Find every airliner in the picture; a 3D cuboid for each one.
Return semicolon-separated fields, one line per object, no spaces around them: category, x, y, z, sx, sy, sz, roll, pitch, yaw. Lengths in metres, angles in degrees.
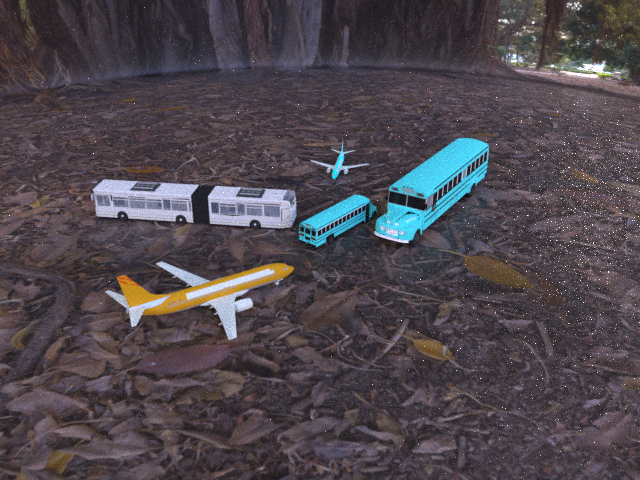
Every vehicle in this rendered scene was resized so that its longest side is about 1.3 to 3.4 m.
airliner;-1.426;0.509;9.203;2.541;0.835;2.257;-17;31;-30
airliner;0.366;-1.563;13.730;1.161;0.429;1.307;4;27;8

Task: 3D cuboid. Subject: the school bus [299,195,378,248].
school bus;0.338;-0.343;11.322;0.365;0.434;1.708;20;33;34

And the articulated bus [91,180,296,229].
articulated bus;-2.111;-0.606;11.701;3.401;0.561;0.605;4;27;8

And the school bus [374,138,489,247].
school bus;1.960;-0.876;11.921;0.709;0.844;3.322;16;31;29
